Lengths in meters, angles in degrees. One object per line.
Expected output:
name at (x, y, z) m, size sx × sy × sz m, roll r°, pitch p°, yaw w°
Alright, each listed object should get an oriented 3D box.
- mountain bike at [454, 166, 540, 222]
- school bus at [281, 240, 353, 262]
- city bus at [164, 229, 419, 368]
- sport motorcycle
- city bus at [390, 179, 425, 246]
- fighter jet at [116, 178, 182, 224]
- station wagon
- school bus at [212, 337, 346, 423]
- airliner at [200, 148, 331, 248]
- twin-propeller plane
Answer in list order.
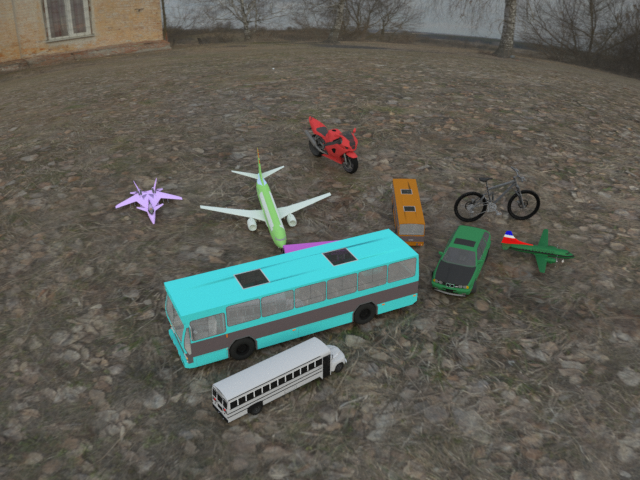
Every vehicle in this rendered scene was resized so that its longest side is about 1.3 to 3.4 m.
mountain bike at (2.969, -0.702, 11.649) m, size 1.469 × 0.868 × 0.573 m, roll -2°, pitch 30°, yaw -4°
school bus at (0.040, 0.268, 10.394) m, size 1.708 × 0.434 × 0.365 m, roll -5°, pitch 30°, yaw -9°
city bus at (-0.309, 0.737, 9.114) m, size 3.255 × 0.894 × 0.926 m, roll -13°, pitch 32°, yaw -22°
sport motorcycle at (0.251, -1.873, 13.738) m, size 0.506 × 0.821 × 1.520 m, roll -20°, pitch 36°, yaw -31°
city bus at (1.449, -0.463, 11.642) m, size 0.476 × 0.460 × 1.674 m, roll 1°, pitch 30°, yaw 2°
fighter jet at (-2.967, -0.665, 12.169) m, size 1.147 × 0.286 × 1.358 m, roll -9°, pitch 31°, yaw -15°
station wagon at (2.114, 0.252, 10.382) m, size 0.682 × 0.473 × 1.597 m, roll 12°, pitch 32°, yaw 19°
school bus at (-0.428, 1.565, 8.131) m, size 1.708 × 0.434 × 0.365 m, roll -21°, pitch 36°, yaw -32°
airliner at (-0.854, -0.705, 11.687) m, size 2.257 × 0.835 × 2.541 m, roll -6°, pitch 30°, yaw -11°
twin-propeller plane at (3.334, 0.107, 10.701) m, size 1.095 × 0.407 × 1.370 m, roll 9°, pitch 31°, yaw 15°
